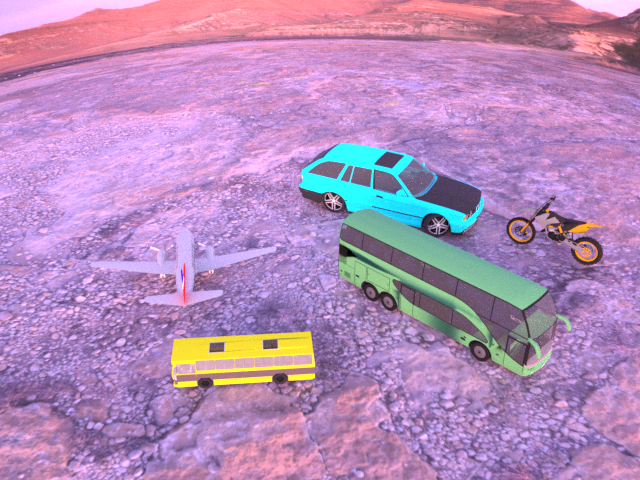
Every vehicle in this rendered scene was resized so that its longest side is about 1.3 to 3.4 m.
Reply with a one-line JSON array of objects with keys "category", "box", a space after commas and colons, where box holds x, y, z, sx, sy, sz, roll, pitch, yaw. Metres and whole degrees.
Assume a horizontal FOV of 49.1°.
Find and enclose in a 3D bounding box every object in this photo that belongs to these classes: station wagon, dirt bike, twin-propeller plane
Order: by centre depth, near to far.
[{"category": "twin-propeller plane", "box": [-1.928, 0.280, 9.978, 2.663, 0.792, 2.129, -5, 32, -8]}, {"category": "dirt bike", "box": [3.568, -0.151, 10.625, 1.493, 0.857, 0.527, 20, 36, 29]}, {"category": "station wagon", "box": [1.215, -0.937, 11.854, 3.105, 0.920, 1.327, 15, 34, 23]}]

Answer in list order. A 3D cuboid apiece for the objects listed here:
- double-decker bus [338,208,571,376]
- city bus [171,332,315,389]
[{"category": "double-decker bus", "box": [1.600, 0.627, 9.159, 3.251, 1.052, 0.756, 27, 41, 37]}, {"category": "city bus", "box": [-0.908, 1.444, 8.384, 1.674, 0.460, 0.476, -3, 31, -4]}]
